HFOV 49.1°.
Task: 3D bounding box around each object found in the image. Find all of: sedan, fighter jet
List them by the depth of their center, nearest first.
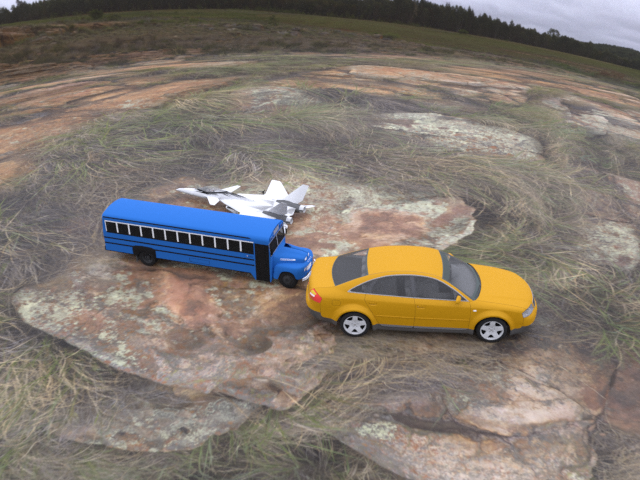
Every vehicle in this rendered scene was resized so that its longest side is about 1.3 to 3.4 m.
[{"bbox_3d":[1.374,0.643,9.560,3.137,0.940,1.235,2,29,4],"label":"sedan"},{"bbox_3d":[-1.511,-0.810,12.530,2.640,0.557,2.229,14,32,23],"label":"fighter jet"}]

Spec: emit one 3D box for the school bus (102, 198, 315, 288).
[{"bbox_3d":[-1.704,0.012,10.778,3.322,0.844,0.709,8,30,14],"label":"school bus"}]
